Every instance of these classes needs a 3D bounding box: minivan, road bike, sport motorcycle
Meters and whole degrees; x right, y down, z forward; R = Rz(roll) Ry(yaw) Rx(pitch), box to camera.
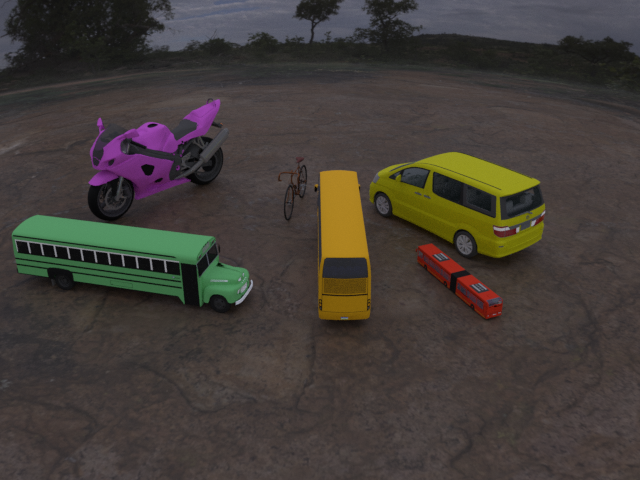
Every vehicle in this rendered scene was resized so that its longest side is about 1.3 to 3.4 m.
[{"bbox_3d":[2.091,-0.735,11.228,1.324,1.197,3.011,-20,33,-33],"label":"minivan"},{"bbox_3d":[-0.413,-0.944,12.013,0.358,0.852,1.545,6,28,11],"label":"road bike"},{"bbox_3d":[-2.792,-1.437,12.156,0.983,1.596,2.955,21,34,34],"label":"sport motorcycle"}]

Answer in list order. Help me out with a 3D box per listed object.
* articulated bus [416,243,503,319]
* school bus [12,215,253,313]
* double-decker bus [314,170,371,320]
[{"bbox_3d":[1.902,0.539,9.743,0.311,0.289,1.749,-12,29,-21],"label":"articulated bus"},{"bbox_3d":[-2.564,0.290,9.621,3.322,0.844,0.709,7,28,13],"label":"school bus"},{"bbox_3d":[0.296,-0.067,10.088,0.756,1.052,3.251,0,27,0],"label":"double-decker bus"}]
